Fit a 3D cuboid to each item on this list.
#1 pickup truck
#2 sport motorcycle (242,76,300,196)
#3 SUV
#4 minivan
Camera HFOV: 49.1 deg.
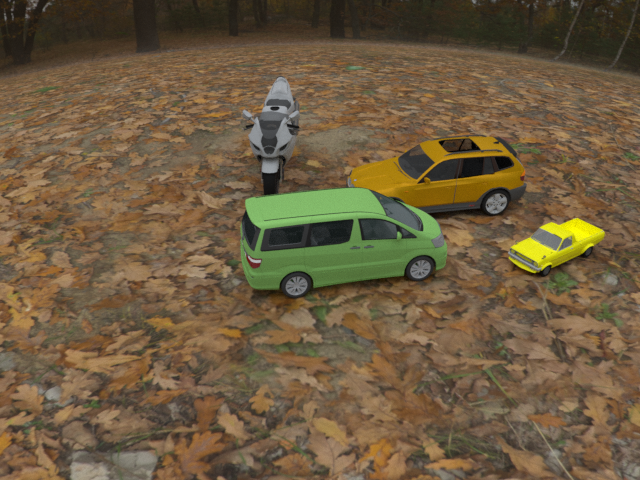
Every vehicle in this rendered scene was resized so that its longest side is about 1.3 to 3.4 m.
[{"bbox_3d":[3.609,0.034,10.636,1.603,0.511,0.640,-19,35,-29],"label":"pickup truck"},{"bbox_3d":[-0.802,-1.870,12.824,0.983,1.596,2.955,1,30,2],"label":"sport motorcycle"},{"bbox_3d":[1.980,-1.096,11.960,3.058,1.128,1.276,-6,31,-10],"label":"SUV"},{"bbox_3d":[0.366,-0.070,10.133,3.011,1.197,1.324,-7,31,-12],"label":"minivan"}]
